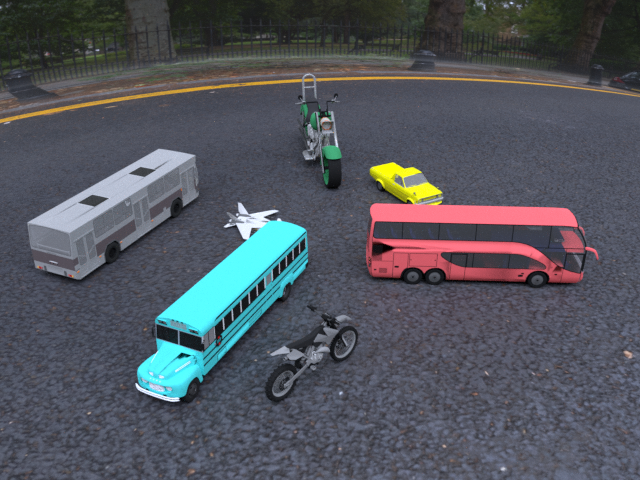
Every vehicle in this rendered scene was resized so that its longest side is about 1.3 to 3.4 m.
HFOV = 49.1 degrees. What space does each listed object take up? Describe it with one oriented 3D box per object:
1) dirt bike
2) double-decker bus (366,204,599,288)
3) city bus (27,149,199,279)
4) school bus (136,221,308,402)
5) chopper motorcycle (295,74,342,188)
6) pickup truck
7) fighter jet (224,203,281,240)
[{"bbox_3d":[-0.075,1.279,8.205,1.493,0.857,0.527,-25,37,-38],"label":"dirt bike"},{"bbox_3d":[2.311,0.063,10.234,3.251,1.052,0.756,1,29,3],"label":"double-decker bus"},{"bbox_3d":[-3.201,-0.483,11.400,0.926,0.894,3.255,12,31,21],"label":"city bus"},{"bbox_3d":[-1.165,0.812,9.076,0.709,0.844,3.322,13,31,22],"label":"school bus"},{"bbox_3d":[0.003,-2.226,13.986,0.906,1.480,3.040,-5,29,-9],"label":"chopper motorcycle"},{"bbox_3d":[1.565,-1.055,12.850,0.640,0.511,1.603,-15,32,-26],"label":"pickup truck"},{"bbox_3d":[-0.881,-0.307,11.712,1.358,0.286,1.147,11,31,20],"label":"fighter jet"}]
